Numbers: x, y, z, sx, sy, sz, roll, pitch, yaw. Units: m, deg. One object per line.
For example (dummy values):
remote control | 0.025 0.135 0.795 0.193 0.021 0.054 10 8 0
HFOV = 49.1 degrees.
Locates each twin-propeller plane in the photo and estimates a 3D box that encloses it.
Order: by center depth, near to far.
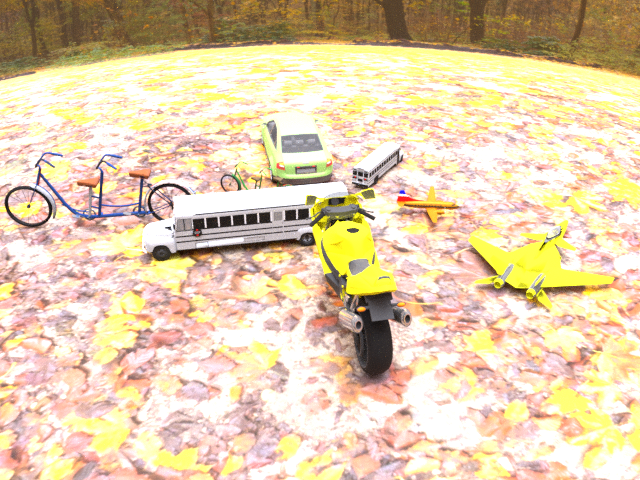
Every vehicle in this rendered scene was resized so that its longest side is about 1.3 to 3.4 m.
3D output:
twin-propeller plane | 1.886 -0.664 12.212 1.095 0.407 1.370 3 31 5

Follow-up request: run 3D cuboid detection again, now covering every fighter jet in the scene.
fighter jet | 3.454 0.075 10.809 2.229 0.557 2.640 19 35 29

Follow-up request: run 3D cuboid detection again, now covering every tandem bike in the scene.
tandem bike | -3.640 -0.814 11.562 3.192 1.326 0.550 -1 31 -2
tandem bike | -1.076 -1.012 12.533 1.642 0.682 0.283 12 33 20

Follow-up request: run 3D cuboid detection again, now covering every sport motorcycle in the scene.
sport motorcycle | 0.432 0.414 9.210 0.983 1.596 2.955 -6 31 -10

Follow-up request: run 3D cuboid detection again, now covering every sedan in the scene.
sedan | -0.517 -2.017 13.985 1.235 0.940 3.137 -5 31 -9

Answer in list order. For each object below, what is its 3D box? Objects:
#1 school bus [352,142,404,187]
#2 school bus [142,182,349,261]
school bus | 1.162 -1.503 13.610 0.365 0.434 1.708 16 34 25
school bus | -1.175 -0.328 11.211 3.322 0.844 0.709 -6 31 -10
